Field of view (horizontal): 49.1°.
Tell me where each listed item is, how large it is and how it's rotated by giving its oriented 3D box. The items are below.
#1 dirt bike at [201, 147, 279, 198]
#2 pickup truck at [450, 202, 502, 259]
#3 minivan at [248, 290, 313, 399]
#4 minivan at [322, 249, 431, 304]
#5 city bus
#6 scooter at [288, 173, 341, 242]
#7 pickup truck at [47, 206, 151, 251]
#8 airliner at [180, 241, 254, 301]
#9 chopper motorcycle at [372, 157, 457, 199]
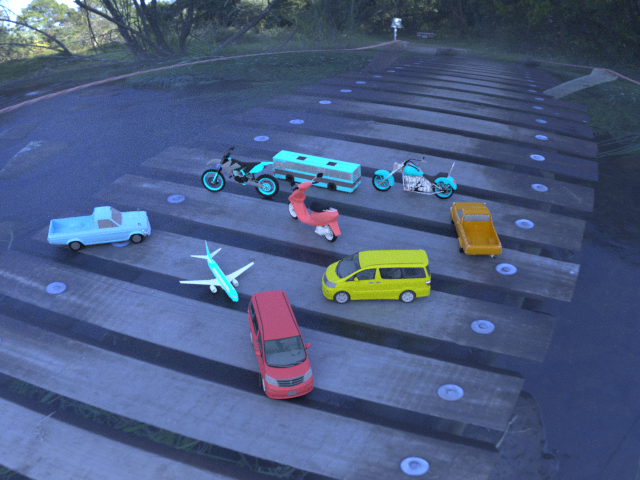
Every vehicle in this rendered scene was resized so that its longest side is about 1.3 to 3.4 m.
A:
[{"bbox_3d":[-1.474,-1.206,12.780,1.493,0.857,0.527,6,31,10],"label":"dirt bike"},{"bbox_3d":[2.536,-0.232,11.440,0.640,0.511,1.603,1,30,1],"label":"pickup truck"},{"bbox_3d":[-0.513,1.274,8.729,0.681,0.616,1.548,-7,31,-12],"label":"minivan"},{"bbox_3d":[0.804,0.499,10.071,1.548,0.616,0.681,-1,30,-1],"label":"minivan"},{"bbox_3d":[-0.073,-1.294,13.329,1.674,0.460,0.476,13,32,21],"label":"city bus"},{"bbox_3d":[-0.122,-0.568,11.614,0.662,0.919,1.399,-21,36,-31],"label":"scooter"},{"bbox_3d":[-3.604,-0.230,11.438,1.603,0.511,0.640,-7,31,-12],"label":"pickup truck"},{"bbox_3d":[-1.466,0.466,10.314,1.161,0.429,1.307,-15,33,-23],"label":"airliner"},{"bbox_3d":[1.726,-1.166,12.807,1.563,0.761,0.466,10,32,17],"label":"chopper motorcycle"}]
